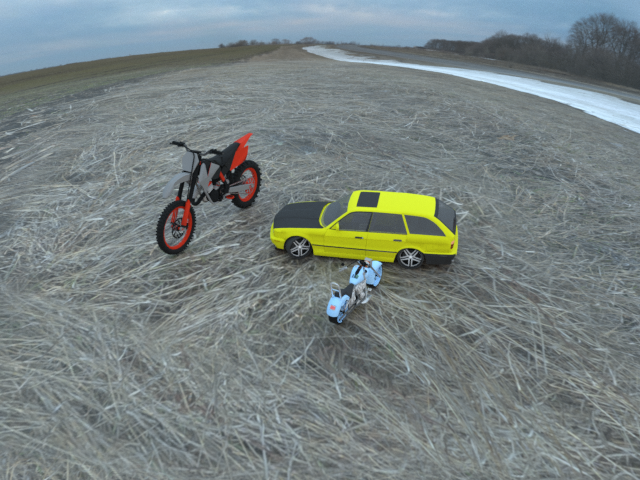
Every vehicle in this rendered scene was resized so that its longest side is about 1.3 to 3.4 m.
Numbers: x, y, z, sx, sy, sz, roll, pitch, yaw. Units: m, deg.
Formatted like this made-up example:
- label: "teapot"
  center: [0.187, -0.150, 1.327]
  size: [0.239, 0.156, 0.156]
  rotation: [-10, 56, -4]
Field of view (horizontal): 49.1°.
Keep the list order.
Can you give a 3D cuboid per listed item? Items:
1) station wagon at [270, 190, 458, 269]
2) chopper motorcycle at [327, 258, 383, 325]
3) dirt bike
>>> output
- label: "station wagon"
  center: [0.721, -0.276, 11.583]
  size: [3.105, 0.920, 1.327]
  rotation: [5, 29, 9]
- label: "chopper motorcycle"
  center: [0.538, 0.615, 10.130]
  size: [0.466, 0.761, 1.563]
  rotation: [15, 32, 25]
- label: "dirt bike"
  center: [-1.849, -0.941, 12.017]
  size: [1.024, 1.666, 2.903]
  rotation: [15, 32, 25]
